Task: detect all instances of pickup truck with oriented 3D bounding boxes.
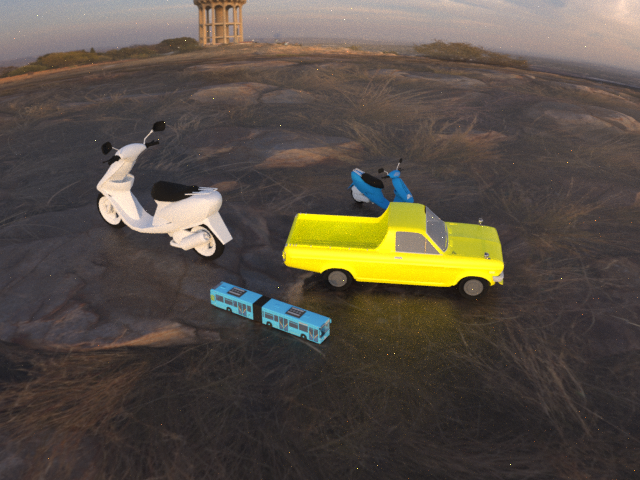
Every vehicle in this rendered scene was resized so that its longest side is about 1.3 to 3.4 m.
[{"bbox_3d":[1.058,0.050,10.013,3.117,0.993,1.244,3,29,6],"label":"pickup truck"}]

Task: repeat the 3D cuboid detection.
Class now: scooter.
[{"bbox_3d":[-2.486,-0.735,10.619,2.721,1.786,1.288,17,33,28],"label":"scooter"},{"bbox_3d":[1.045,-0.910,11.839,1.399,0.919,0.662,22,36,35],"label":"scooter"}]

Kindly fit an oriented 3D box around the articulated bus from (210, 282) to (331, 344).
[{"bbox_3d":[-0.667,0.933,9.134,1.749,0.289,0.311,16,33,27],"label":"articulated bus"}]
